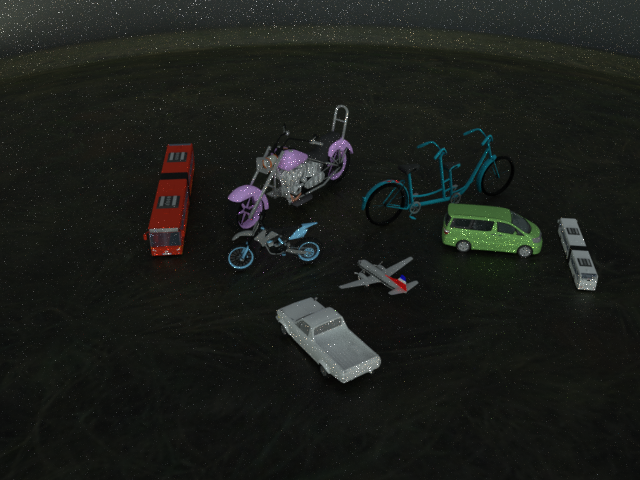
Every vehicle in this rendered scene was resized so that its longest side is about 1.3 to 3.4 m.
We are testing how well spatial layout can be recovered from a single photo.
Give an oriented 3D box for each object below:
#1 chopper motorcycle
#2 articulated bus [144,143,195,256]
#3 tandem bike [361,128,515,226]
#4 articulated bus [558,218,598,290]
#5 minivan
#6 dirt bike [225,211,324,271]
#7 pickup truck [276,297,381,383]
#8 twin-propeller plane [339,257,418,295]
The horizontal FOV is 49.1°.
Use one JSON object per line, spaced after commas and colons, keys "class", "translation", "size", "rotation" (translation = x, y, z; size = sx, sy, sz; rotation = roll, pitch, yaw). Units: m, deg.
{"class": "chopper motorcycle", "translation": [-0.472, -1.254, 12.029], "size": [0.906, 1.480, 3.040], "rotation": [23, 38, 34]}
{"class": "articulated bus", "translation": [-2.536, -0.801, 12.164], "size": [0.605, 0.561, 3.401], "rotation": [-3, 31, -5]}
{"class": "tandem bike", "translation": [2.095, -1.092, 11.906], "size": [3.192, 1.326, 0.550], "rotation": [-15, 34, -23]}
{"class": "articulated bus", "translation": [3.941, 0.186, 10.756], "size": [0.311, 0.289, 1.749], "rotation": [4, 31, 6]}
{"class": "minivan", "translation": [2.725, -0.177, 11.050], "size": [1.548, 0.616, 0.681], "rotation": [5, 31, 8]}
{"class": "dirt bike", "translation": [-0.678, 0.050, 10.427], "size": [1.493, 0.857, 0.527], "rotation": [-6, 31, -10]}
{"class": "pickup truck", "translation": [0.073, 1.200, 8.813], "size": [0.640, 0.511, 1.603], "rotation": [-18, 35, -28]}
{"class": "twin-propeller plane", "translation": [0.890, 0.482, 10.135], "size": [1.370, 0.407, 1.095], "rotation": [-20, 36, -30]}
